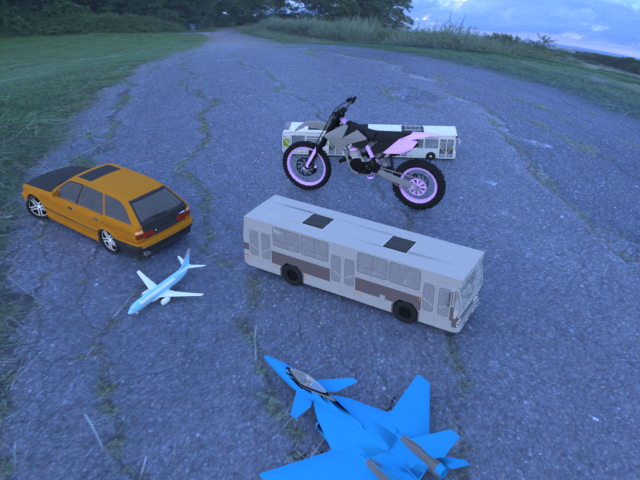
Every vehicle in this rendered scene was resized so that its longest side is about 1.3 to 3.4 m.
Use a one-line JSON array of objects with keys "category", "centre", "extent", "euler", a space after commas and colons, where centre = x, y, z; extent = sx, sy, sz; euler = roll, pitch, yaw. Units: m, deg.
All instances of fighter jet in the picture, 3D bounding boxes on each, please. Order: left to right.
[{"category": "fighter jet", "centre": [0.190, 1.726, 7.342], "extent": [2.229, 0.557, 2.640], "euler": [-23, 37, -34]}]

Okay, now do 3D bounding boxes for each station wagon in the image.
[{"category": "station wagon", "centre": [-3.479, -0.682, 11.141], "extent": [3.105, 0.920, 1.327], "euler": [20, 36, 31]}]

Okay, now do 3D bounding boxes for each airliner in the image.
[{"category": "airliner", "centre": [-2.146, 0.568, 9.472], "extent": [1.161, 0.429, 1.307], "euler": [16, 34, 26]}]

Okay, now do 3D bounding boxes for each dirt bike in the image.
[{"category": "dirt bike", "centre": [0.693, -1.419, 11.669], "extent": [2.903, 1.666, 1.024], "euler": [11, 32, 18]}]

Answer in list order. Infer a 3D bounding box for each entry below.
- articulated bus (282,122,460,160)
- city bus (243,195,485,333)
[{"category": "articulated bus", "centre": [0.980, -1.944, 13.680], "extent": [3.401, 0.561, 0.605], "euler": [2, 30, 4]}, {"category": "city bus", "centre": [0.511, 0.289, 9.489], "extent": [3.255, 0.894, 0.926], "euler": [17, 34, 26]}]
